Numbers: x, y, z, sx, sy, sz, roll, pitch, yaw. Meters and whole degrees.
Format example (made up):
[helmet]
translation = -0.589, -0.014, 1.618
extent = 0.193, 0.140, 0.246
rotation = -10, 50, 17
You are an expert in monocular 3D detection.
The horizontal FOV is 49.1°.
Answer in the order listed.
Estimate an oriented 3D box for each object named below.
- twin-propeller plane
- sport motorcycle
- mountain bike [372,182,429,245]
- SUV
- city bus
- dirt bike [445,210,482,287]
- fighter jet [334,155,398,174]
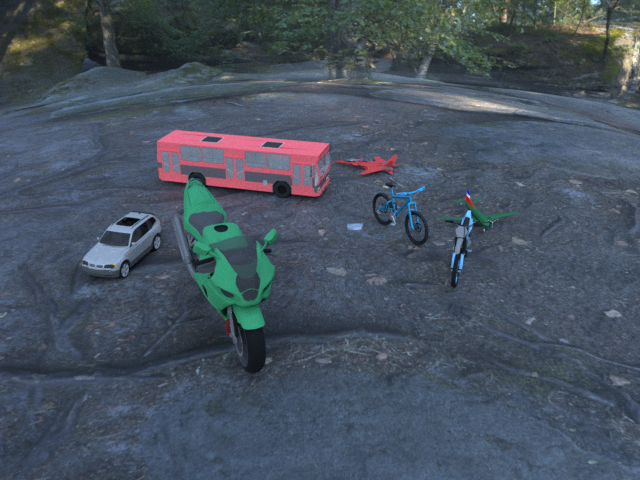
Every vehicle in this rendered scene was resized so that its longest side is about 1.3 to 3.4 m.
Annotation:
[twin-propeller plane]
translation = 2.688, -0.496, 12.002
extent = 1.370, 0.407, 1.095
rotation = -4, 26, -9
[sport motorcycle]
translation = -1.230, 0.361, 8.834
extent = 0.983, 1.596, 2.955
rotation = -10, 27, -20
[mountain bike]
translation = 1.303, -0.498, 11.473
extent = 0.573, 0.868, 1.469
rotation = -15, 29, -28
[SUV]
translation = -2.994, 0.043, 10.676
extent = 0.656, 0.580, 1.572
rotation = 7, 27, 15
[city bus]
translation = -1.463, -1.449, 13.429
extent = 3.255, 0.894, 0.926
rotation = 7, 26, 14
[dirt bike]
translation = 2.103, 0.061, 10.317
extent = 0.527, 0.857, 1.493
rotation = 8, 27, 16
[fighter jet]
translation = 0.920, -1.631, 14.514
extent = 1.358, 0.286, 1.147
rotation = 9, 27, 17
